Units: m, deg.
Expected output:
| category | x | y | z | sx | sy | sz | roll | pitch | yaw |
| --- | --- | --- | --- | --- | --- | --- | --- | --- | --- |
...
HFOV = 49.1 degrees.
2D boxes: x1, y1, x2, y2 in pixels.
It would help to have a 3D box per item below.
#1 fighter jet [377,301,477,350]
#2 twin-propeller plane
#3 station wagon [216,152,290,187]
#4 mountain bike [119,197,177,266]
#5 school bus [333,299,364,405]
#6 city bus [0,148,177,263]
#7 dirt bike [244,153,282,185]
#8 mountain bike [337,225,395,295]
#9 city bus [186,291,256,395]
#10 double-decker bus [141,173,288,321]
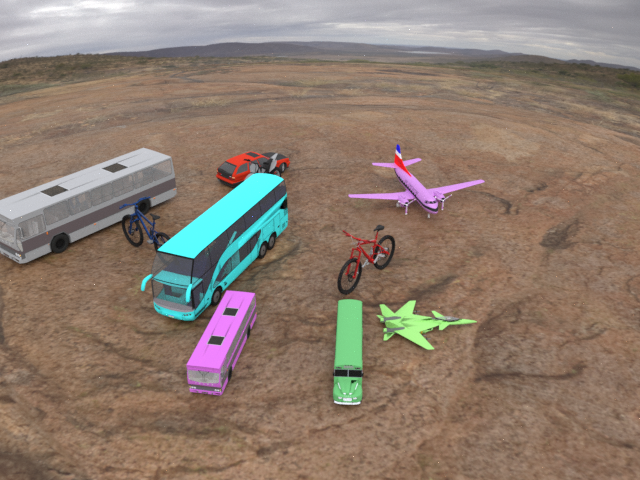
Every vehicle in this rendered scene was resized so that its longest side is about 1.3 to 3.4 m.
| category | x | y | z | sx | sy | sz | roll | pitch | yaw |
| --- | --- | --- | --- | --- | --- | --- | --- | --- | --- |
| fighter jet | 1.493 | 1.081 | 9.566 | 1.358 | 0.286 | 1.147 | -3 | 29 | -5 |
| twin-propeller plane | 1.752 | -1.091 | 13.026 | 2.663 | 0.792 | 2.129 | -7 | 29 | -13 |
| station wagon | -1.324 | -1.516 | 14.139 | 0.682 | 0.473 | 1.597 | 25 | 37 | 38 |
| mountain bike | -2.760 | -0.142 | 11.204 | 1.469 | 0.868 | 0.573 | 24 | 37 | 37 |
| school bus | 0.364 | 1.390 | 8.843 | 0.365 | 0.434 | 1.708 | 1 | 29 | 3 |
| city bus | -3.989 | -0.640 | 12.090 | 0.926 | 0.894 | 3.255 | 20 | 34 | 32 |
| dirt bike | -1.083 | -1.135 | 13.038 | 0.527 | 0.857 | 1.493 | 12 | 31 | 21 |
| mountain bike | 0.719 | 0.226 | 10.528 | 0.573 | 0.868 | 1.469 | 21 | 35 | 33 |
| city bus | -1.228 | 1.293 | 8.995 | 0.476 | 0.460 | 1.674 | 5 | 29 | 9 |
| double-decker bus | -1.450 | 0.042 | 10.673 | 0.756 | 1.052 | 3.251 | 11 | 31 | 20 |
